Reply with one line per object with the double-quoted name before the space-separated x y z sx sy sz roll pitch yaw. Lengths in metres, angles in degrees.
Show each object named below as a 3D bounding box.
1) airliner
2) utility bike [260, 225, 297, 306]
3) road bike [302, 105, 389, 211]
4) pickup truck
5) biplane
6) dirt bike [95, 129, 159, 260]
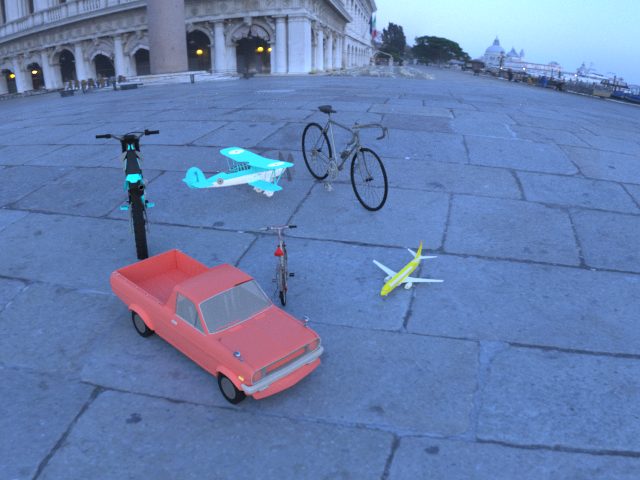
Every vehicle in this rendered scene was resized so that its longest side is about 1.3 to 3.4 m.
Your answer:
"airliner" 1.225 0.424 10.314 1.161 0.429 1.307 16 30 30
"utility bike" -0.587 0.295 9.986 0.535 0.946 1.435 0 26 -1
"road bike" 0.401 -1.651 13.192 0.696 1.656 3.004 -14 29 -27
"pickup truck" -1.387 0.865 8.755 1.244 0.993 3.117 -23 34 -39
"biplane" -1.501 -1.226 13.090 2.120 0.981 2.598 -15 29 -27
"dirt bike" -3.091 -0.901 11.632 1.024 1.666 2.903 -7 27 -14
